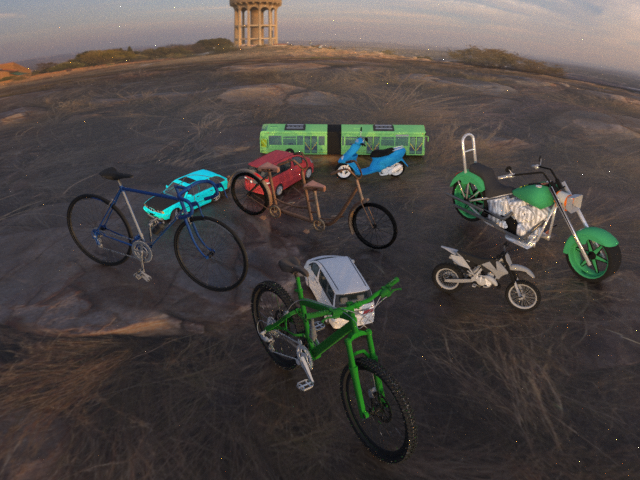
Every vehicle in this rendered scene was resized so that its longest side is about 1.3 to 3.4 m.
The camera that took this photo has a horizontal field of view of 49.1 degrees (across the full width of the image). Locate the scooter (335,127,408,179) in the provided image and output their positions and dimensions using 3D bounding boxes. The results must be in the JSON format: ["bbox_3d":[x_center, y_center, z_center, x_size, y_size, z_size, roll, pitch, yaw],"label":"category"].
[{"bbox_3d":[0.974,-1.590,13.129,1.399,0.919,0.662,-3,28,-6],"label":"scooter"}]

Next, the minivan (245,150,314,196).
[{"bbox_3d":[-0.727,-1.314,12.936,0.681,0.616,1.548,17,33,29],"label":"minivan"}]

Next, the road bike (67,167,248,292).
[{"bbox_3d":[-2.348,-0.187,9.742,3.004,1.656,0.697,11,30,20],"label":"road bike"}]

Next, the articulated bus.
[{"bbox_3d":[0.485,-2.058,14.375,3.401,0.561,0.605,1,28,1],"label":"articulated bus"}]

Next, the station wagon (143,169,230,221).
[{"bbox_3d":[-2.316,-0.818,12.163,0.682,0.473,1.597,21,35,33],"label":"station wagon"}]

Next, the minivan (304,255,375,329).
[{"bbox_3d":[0.228,0.577,9.420,0.681,0.616,1.548,-8,29,-14],"label":"minivan"}]

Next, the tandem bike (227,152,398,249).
[{"bbox_3d":[-0.205,-0.742,11.123,3.192,1.326,0.550,16,32,27],"label":"tandem bike"}]

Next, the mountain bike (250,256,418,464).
[{"bbox_3d":[0.029,1.073,7.367,1.114,1.688,2.857,-19,34,-31],"label":"mountain bike"}]

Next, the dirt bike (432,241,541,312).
[{"bbox_3d":[2.230,0.462,9.379,1.493,0.857,0.527,14,31,24],"label":"dirt bike"}]

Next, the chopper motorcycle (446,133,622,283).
[{"bbox_3d":[3.177,-0.536,10.578,0.906,1.480,3.040,-20,34,-32],"label":"chopper motorcycle"}]
